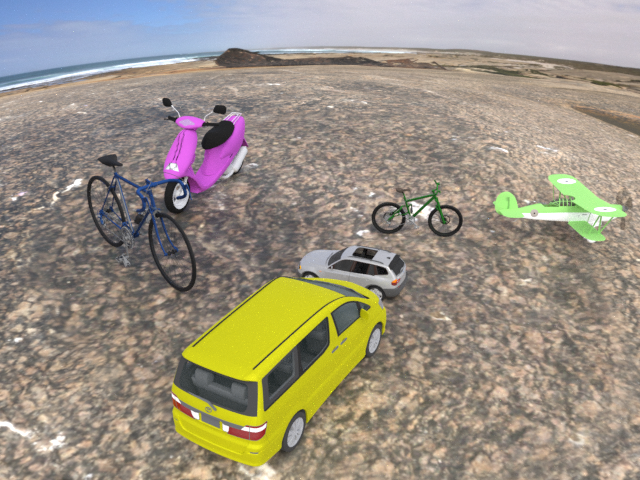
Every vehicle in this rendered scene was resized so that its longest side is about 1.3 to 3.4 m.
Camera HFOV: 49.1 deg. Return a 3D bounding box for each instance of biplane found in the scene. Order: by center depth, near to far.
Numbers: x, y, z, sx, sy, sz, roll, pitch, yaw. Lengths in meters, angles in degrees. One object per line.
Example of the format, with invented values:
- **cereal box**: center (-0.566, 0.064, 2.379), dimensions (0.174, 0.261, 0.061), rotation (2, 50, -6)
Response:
- **biplane**: center (3.838, -0.484, 11.165), dimensions (2.120, 0.981, 2.598), rotation (0, 27, 0)

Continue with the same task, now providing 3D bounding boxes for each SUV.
- **SUV**: center (0.454, 0.393, 9.903), dimensions (1.572, 0.580, 0.656), rotation (11, 29, 20)

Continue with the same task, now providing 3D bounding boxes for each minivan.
- **minivan**: center (-0.306, 1.136, 7.792), dimensions (1.324, 1.197, 3.011), rotation (15, 31, 26)

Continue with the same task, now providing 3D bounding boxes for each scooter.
- **scooter**: center (-2.053, -1.715, 12.670), dimensions (1.288, 1.786, 2.721), rotation (11, 29, 21)

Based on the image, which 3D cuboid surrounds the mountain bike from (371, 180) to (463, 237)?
- **mountain bike**: center (1.568, -0.470, 11.260), dimensions (1.469, 0.868, 0.573), rotation (3, 27, 6)

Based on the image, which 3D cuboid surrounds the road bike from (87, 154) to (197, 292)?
- **road bike**: center (-2.690, -0.354, 10.177), dimensions (0.697, 1.656, 3.004), rotation (-23, 35, -38)
